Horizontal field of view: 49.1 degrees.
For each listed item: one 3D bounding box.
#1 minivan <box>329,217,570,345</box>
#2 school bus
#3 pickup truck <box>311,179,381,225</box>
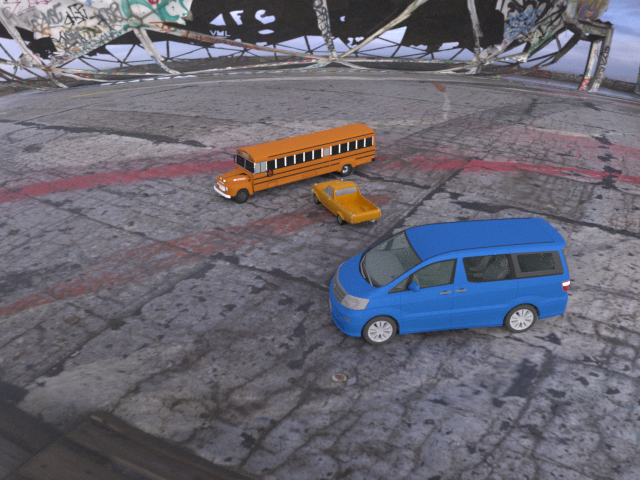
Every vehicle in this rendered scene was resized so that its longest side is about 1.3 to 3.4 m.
[{"bbox_3d":[1.624,0.463,9.020,3.011,1.197,1.324,-4,27,-7],"label":"minivan"},{"bbox_3d":[-0.440,-1.500,13.289,3.322,0.844,0.709,-17,32,-31],"label":"school bus"},{"bbox_3d":[0.431,-0.700,12.078,0.640,0.511,1.603,-12,29,-22],"label":"pickup truck"}]
